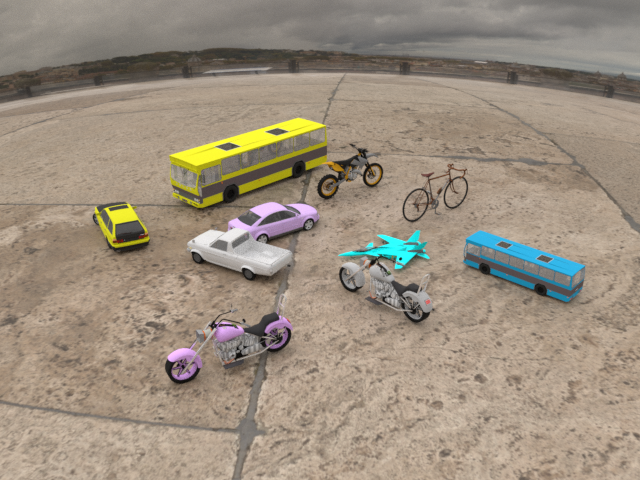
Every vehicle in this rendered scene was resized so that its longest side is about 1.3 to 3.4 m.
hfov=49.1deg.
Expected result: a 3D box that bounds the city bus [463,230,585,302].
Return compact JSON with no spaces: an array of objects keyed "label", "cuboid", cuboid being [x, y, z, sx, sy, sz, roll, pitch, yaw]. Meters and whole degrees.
[{"label":"city bus","cuboid":[2.869,0.368,9.967,1.674,0.460,0.476,22,34,38]}]

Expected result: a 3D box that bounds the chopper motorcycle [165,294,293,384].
[{"label":"chopper motorcycle","cuboid":[-1.032,1.129,8.078,1.563,0.761,0.466,-14,29,-26]}]

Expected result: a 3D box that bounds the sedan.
[{"label":"sedan","cuboid":[-0.731,-0.345,11.391,1.613,0.483,0.635,-19,32,-34]}]

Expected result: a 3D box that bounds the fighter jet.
[{"label":"fighter jet","cuboid":[0.945,0.111,10.686,1.358,0.286,1.147,-4,26,-8]}]

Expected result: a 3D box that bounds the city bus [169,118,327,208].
[{"label":"city bus","cuboid":[-1.258,-1.479,13.232,0.926,0.894,3.255,23,34,38]}]

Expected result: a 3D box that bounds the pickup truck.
[{"label":"pickup truck","cuboid":[-1.205,0.148,10.358,1.603,0.511,0.640,15,30,28]}]

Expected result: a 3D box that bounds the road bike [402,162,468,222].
[{"label":"road bike","cuboid":[1.995,-0.822,11.944,1.545,0.852,0.358,-18,31,-32]}]

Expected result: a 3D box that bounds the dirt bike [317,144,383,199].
[{"label":"dirt bike","cuboid":[0.571,-1.272,12.853,1.493,0.857,0.527,-17,31,-30]}]

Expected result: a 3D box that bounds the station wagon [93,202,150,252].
[{"label":"station wagon","cuboid":[-3.246,-0.323,11.357,0.682,0.473,1.597,-13,29,-24]}]

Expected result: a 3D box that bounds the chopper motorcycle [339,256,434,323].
[{"label":"chopper motorcycle","cuboid":[0.847,0.541,9.274,0.466,0.761,1.563,-23,34,-38]}]
